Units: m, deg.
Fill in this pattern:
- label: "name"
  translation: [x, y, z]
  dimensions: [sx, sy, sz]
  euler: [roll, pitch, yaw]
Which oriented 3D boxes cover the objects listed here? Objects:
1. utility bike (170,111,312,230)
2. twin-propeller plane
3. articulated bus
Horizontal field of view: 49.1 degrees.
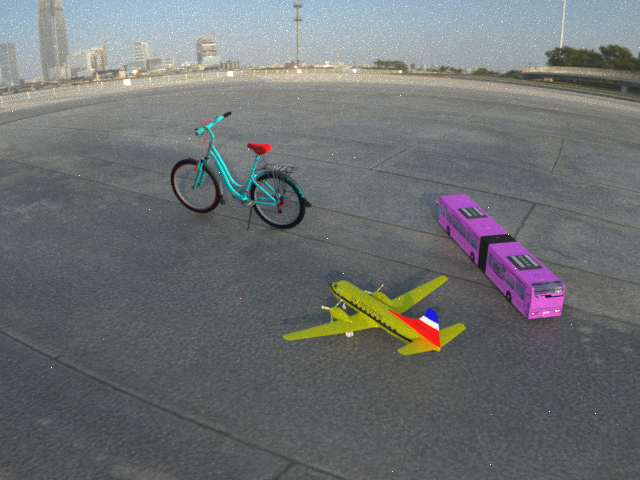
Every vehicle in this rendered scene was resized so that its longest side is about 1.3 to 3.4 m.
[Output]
- label: "utility bike"
  translation: [-1.452, -1.106, 11.790]
  dimensions: [2.791, 1.839, 1.039]
  euler: [11, 27, 22]
- label: "twin-propeller plane"
  translation: [0.770, 0.850, 8.828]
  dimensions: [2.663, 0.792, 2.129]
  euler: [-17, 30, -32]
- label: "articulated bus"
  translation: [2.619, 0.133, 10.642]
  dimensions: [0.605, 0.561, 3.401]
  euler: [-5, 25, -11]
